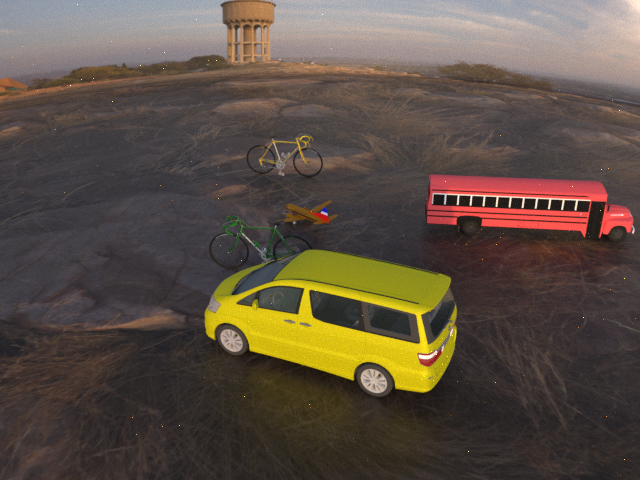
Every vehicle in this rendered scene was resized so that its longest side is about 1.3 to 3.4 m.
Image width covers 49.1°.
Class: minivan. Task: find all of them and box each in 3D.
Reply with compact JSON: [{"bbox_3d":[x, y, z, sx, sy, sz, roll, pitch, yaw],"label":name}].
[{"bbox_3d":[0.063,0.814,8.250,3.011,1.197,1.324,12,28,23],"label":"minivan"}]

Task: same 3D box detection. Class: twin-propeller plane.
[{"bbox_3d":[-0.233,-0.480,11.802,1.370,0.407,1.095,-23,34,-38],"label":"twin-propeller plane"}]

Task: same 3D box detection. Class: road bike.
[{"bbox_3d":[-0.702,-1.667,13.727,1.545,0.852,0.358,5,26,10],"label":"road bike"},{"bbox_3d":[-0.862,0.067,10.174,1.545,0.852,0.358,3,26,5],"label":"road bike"}]

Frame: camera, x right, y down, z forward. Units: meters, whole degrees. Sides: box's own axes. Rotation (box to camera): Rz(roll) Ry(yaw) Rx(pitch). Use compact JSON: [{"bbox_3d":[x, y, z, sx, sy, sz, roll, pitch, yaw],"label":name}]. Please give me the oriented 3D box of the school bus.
[{"bbox_3d":[3.413,-0.550,11.448,3.322,0.844,0.709,3,26,6],"label":"school bus"}]
